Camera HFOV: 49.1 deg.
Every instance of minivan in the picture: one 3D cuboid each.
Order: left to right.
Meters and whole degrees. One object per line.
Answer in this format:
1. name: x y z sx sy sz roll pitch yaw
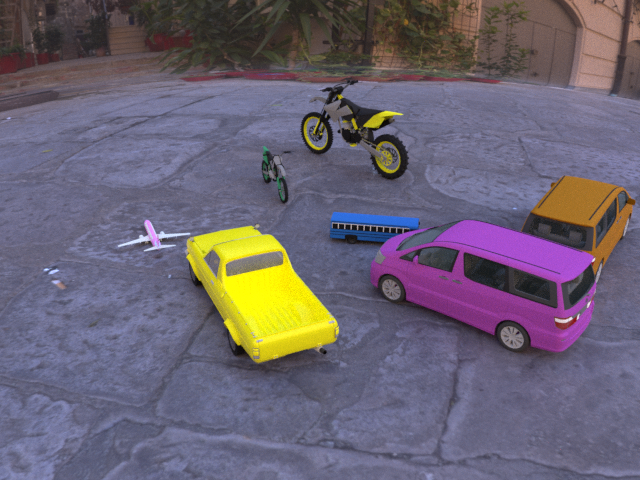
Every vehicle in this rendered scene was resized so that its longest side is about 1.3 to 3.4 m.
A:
1. minivan: 2.106 0.435 9.458 3.011 1.197 1.324 21 34 34
2. minivan: 4.056 -0.320 10.918 1.324 1.197 3.011 17 32 29

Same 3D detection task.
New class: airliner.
1. airliner: -2.736 -0.150 11.424 1.161 0.429 1.307 -11 29 -20

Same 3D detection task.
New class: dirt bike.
1. dirt bike: -0.853 -1.298 13.177 0.527 0.857 1.493 -10 29 -18
2. dirt bike: 0.633 -2.292 14.216 2.903 1.666 1.024 24 36 38

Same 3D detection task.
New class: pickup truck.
1. pickup truck: -0.895 0.559 9.441 1.244 0.993 3.117 -12 30 -22

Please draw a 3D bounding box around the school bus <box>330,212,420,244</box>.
1. school bus: 1.025 -0.161 11.439 1.708 0.434 0.365 5 28 9
